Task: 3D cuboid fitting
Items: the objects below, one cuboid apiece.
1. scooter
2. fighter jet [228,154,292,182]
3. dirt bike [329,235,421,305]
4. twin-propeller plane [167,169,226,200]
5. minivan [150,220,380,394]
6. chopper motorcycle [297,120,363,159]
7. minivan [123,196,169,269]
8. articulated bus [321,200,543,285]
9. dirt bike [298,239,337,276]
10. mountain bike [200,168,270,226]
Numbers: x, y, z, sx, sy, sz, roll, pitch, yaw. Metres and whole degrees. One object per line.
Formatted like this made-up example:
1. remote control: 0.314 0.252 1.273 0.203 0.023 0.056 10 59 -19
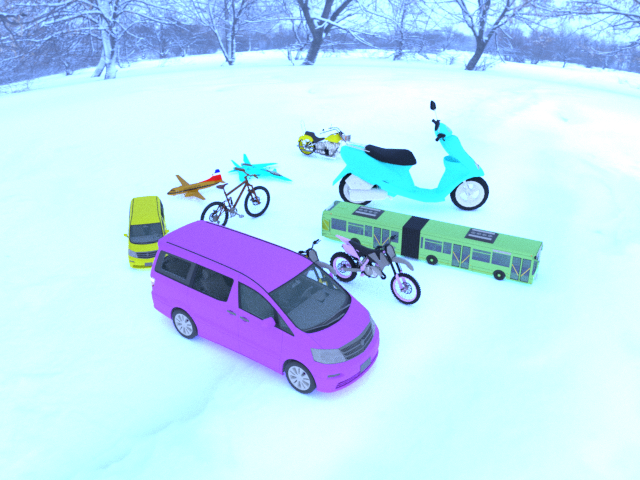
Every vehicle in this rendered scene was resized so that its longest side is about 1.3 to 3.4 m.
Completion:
1. scooter: 1.579 -1.359 11.985 2.721 1.786 1.288 2 27 4
2. fighter jet: -1.092 -1.365 13.629 1.358 0.286 1.147 16 32 29
3. dirt bike: 0.753 0.351 9.690 1.493 0.857 0.527 19 33 32
4. twin-propeller plane: -2.294 -1.022 12.834 1.095 0.407 1.370 -16 31 -27
5. minivan: -0.704 0.737 8.575 3.011 1.197 1.324 18 32 31
6. chopper motorcycle: 0.247 -1.997 14.334 1.563 0.761 0.466 13 30 23
7. minivan: -2.686 -0.132 10.888 0.681 0.616 1.548 -6 28 -11
8. articulated bus: 1.641 0.002 10.687 3.401 0.561 0.605 13 30 23
9. dirt bike: -0.295 0.416 9.565 1.493 0.857 0.527 17 32 30
10. mountain bike: -1.390 -0.644 11.602 0.573 0.868 1.469 25 36 39
